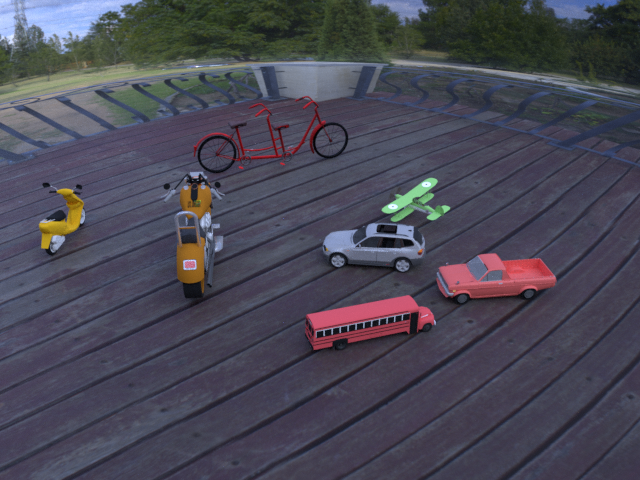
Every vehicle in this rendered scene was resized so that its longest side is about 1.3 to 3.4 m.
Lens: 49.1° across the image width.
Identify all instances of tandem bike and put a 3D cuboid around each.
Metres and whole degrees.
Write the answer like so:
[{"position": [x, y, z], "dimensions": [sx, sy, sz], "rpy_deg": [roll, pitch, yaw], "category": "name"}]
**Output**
[{"position": [-0.929, -2.086, 13.842], "dimensions": [3.192, 1.326, 0.550], "rpy_deg": [-9, 29, -17], "category": "tandem bike"}]

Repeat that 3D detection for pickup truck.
[{"position": [2.476, 0.500, 9.875], "dimensions": [1.603, 0.511, 0.640], "rpy_deg": [-4, 28, -7], "category": "pickup truck"}]

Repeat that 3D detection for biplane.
[{"position": [1.653, -0.582, 11.902], "dimensions": [1.336, 0.504, 1.090], "rpy_deg": [-25, 37, -38], "category": "biplane"}]

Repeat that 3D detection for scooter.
[{"position": [-4.099, -0.410, 11.143], "dimensions": [0.662, 0.919, 1.399], "rpy_deg": [4, 28, 7], "category": "scooter"}]

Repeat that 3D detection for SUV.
[{"position": [0.819, 0.063, 10.618], "dimensions": [1.572, 0.580, 0.656], "rpy_deg": [4, 28, 7], "category": "SUV"}]

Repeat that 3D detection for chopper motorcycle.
[{"position": [-1.840, -0.350, 10.437], "dimensions": [0.906, 1.480, 3.040], "rpy_deg": [-3, 28, -5], "category": "chopper motorcycle"}]

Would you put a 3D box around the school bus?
[{"position": [0.667, 1.043, 8.942], "dimensions": [1.708, 0.434, 0.365], "rpy_deg": [-9, 29, -16], "category": "school bus"}]
